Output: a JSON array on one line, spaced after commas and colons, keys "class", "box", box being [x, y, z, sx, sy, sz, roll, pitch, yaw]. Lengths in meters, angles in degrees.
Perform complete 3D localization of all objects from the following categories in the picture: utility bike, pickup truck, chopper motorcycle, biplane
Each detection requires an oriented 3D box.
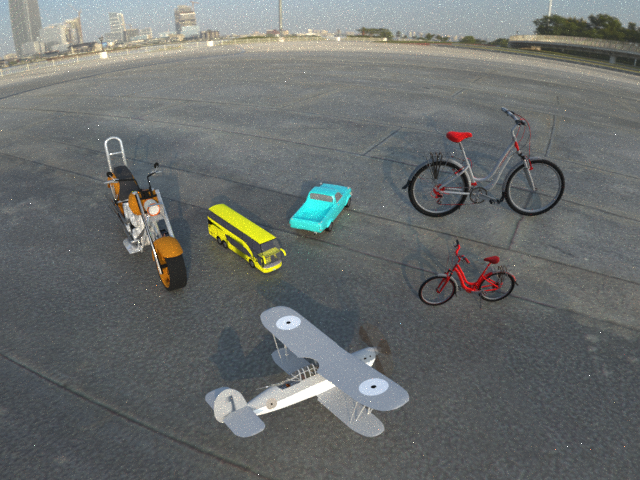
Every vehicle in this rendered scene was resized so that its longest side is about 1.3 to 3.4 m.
[{"class": "utility bike", "box": [2.784, -1.279, 11.842, 2.791, 1.839, 1.039, 0, 30, -1]}, {"class": "pickup truck", "box": [0.037, -0.595, 11.982, 0.640, 0.511, 1.603, 11, 31, 18]}, {"class": "chopper motorcycle", "box": [-2.729, -0.458, 10.758, 0.906, 1.480, 3.040, -16, 33, -26]}, {"class": "biplane", "box": [-0.201, 1.557, 7.709, 2.120, 0.981, 2.598, -17, 34, -28]}, {"class": "utility bike", "box": [2.073, 0.521, 9.572, 1.435, 0.946, 0.535, -4, 30, -6]}]

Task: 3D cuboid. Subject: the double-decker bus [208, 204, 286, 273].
[{"class": "double-decker bus", "box": [-1.187, -0.027, 10.949, 0.389, 0.541, 1.672, -22, 36, -33]}]
